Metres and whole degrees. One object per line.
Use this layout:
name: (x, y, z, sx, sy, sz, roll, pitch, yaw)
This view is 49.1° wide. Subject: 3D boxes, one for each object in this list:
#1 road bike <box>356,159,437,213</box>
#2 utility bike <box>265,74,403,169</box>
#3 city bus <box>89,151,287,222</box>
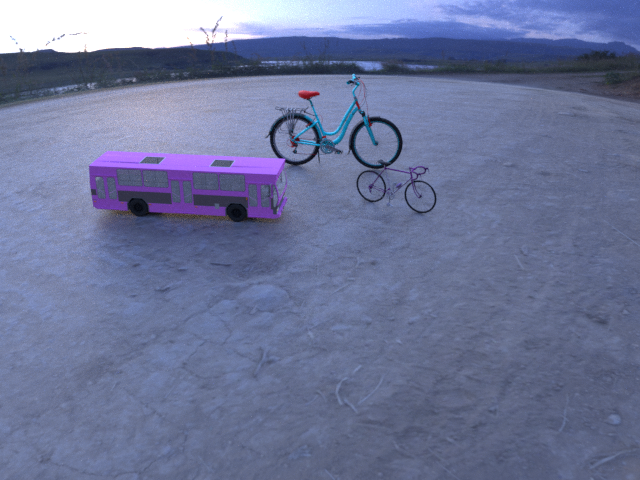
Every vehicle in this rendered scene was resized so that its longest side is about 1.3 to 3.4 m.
road bike: (1.314, -0.962, 12.169, 1.545, 0.852, 0.358, 15, 30, 28)
utility bike: (0.272, -2.377, 13.963, 2.791, 1.839, 1.039, 4, 26, 8)
city bus: (-2.232, -0.920, 12.033, 3.255, 0.894, 0.926, 3, 26, 7)
